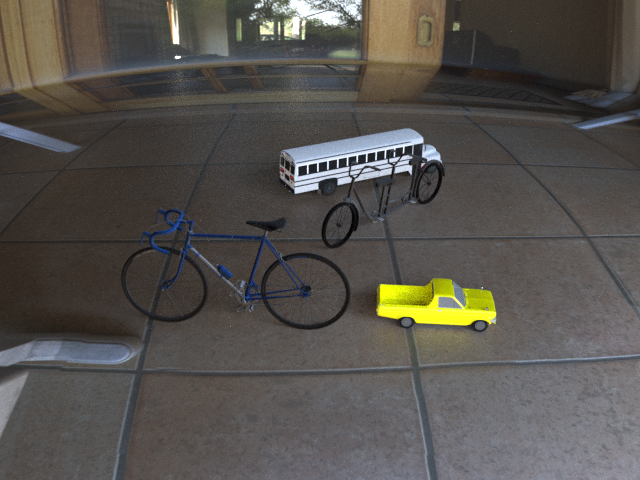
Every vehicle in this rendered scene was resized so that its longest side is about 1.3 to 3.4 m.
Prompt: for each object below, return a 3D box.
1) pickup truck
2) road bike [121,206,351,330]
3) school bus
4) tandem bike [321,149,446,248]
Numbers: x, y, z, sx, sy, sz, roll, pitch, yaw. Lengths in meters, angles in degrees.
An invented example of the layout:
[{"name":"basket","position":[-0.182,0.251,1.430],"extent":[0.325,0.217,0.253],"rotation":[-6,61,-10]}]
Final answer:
[{"name":"pickup truck","position":[1.549,0.824,9.381],"extent":[1.603,0.511,0.640],"rotation":[2,28,4]},{"name":"road bike","position":[-1.104,0.412,8.936],"extent":[3.004,1.656,0.696],"rotation":[3,28,5]},{"name":"school bus","position":[0.863,-1.534,13.445],"extent":[3.322,0.844,0.709],"rotation":[-13,31,-23]},{"name":"tandem bike","position":[1.153,-0.871,11.691],"extent":[0.550,1.326,3.192],"rotation":[25,37,38]}]
